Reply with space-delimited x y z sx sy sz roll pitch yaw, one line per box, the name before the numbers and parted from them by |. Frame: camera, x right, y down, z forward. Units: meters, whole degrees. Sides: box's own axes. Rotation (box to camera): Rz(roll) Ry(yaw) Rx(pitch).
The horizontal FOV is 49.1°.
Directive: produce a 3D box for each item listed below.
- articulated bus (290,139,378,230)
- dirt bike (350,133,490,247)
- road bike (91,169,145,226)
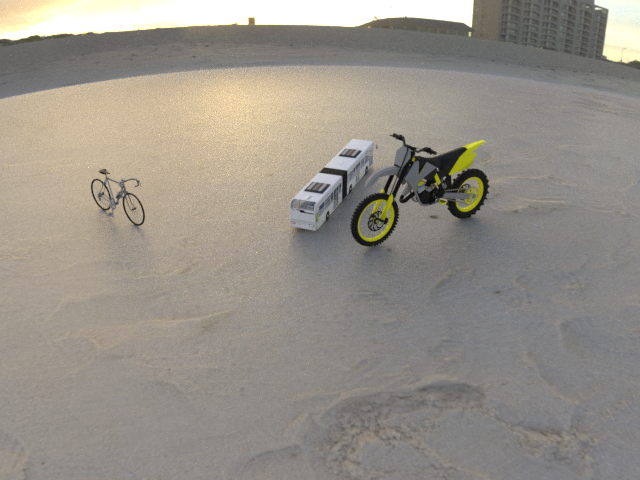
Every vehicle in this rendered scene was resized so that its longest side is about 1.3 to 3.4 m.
articulated bus | 0.306 -1.110 13.087 0.605 0.561 3.401 10 29 18
dirt bike | 1.726 -0.885 11.464 2.903 1.666 1.024 -16 32 -28
road bike | -3.537 -0.779 12.140 1.545 0.852 0.358 22 34 35
